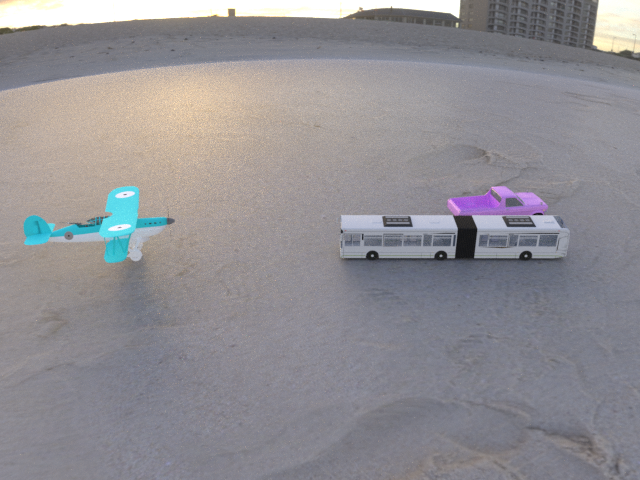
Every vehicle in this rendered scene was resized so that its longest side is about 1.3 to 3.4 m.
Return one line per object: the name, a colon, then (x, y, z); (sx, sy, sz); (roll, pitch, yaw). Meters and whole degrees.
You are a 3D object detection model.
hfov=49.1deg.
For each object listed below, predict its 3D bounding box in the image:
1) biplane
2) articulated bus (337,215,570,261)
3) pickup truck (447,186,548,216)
biplane: (-3.204, -0.170, 10.277); (2.120, 0.981, 2.598); (-6, 28, -11)
articulated bus: (1.954, -0.049, 10.497); (3.401, 0.561, 0.605); (0, 28, 0)
pickup truck: (2.931, -0.577, 11.549); (1.603, 0.511, 0.640); (-5, 28, -10)
